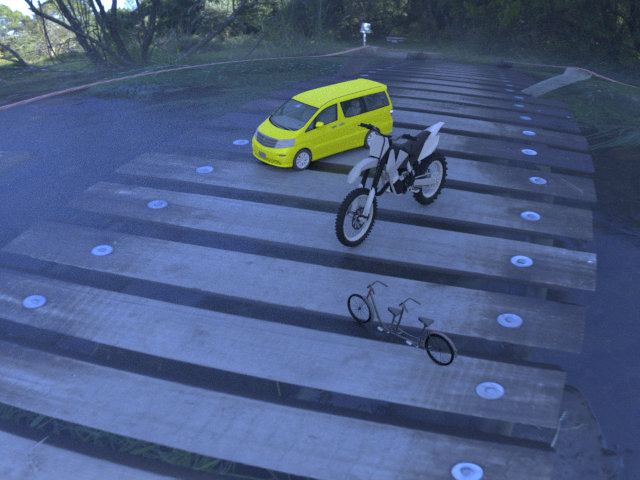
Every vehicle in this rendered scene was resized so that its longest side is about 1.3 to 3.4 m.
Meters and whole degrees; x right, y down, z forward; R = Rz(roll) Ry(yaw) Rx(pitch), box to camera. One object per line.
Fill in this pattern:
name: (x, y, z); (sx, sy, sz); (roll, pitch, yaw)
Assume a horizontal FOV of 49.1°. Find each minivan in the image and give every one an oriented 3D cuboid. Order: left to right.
minivan: (0.067, -2.330, 13.866); (3.011, 1.197, 1.324); (-21, 35, -35)

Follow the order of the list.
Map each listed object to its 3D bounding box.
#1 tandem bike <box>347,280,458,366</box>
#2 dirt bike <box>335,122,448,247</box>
tandem bike: (0.937, 0.936, 8.263); (1.642, 0.682, 0.283); (24, 36, 38)
dirt bike: (1.204, -1.007, 10.872); (1.024, 1.666, 2.903); (22, 35, 35)
